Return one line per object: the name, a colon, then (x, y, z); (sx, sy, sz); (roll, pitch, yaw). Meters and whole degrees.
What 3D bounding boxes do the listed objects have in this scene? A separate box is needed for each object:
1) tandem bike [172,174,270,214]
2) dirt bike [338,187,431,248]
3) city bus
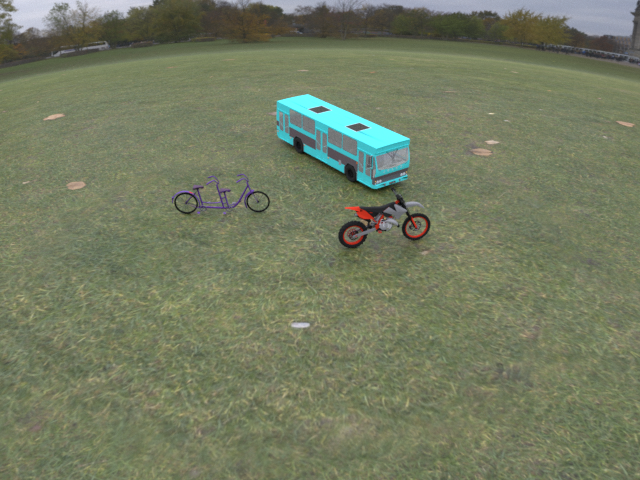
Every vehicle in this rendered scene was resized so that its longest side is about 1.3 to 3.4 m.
tandem bike: (-1.666, -0.755, 11.717); (1.642, 0.682, 0.283); (-1, 29, -2)
dirt bike: (1.005, -0.317, 10.758); (1.493, 0.857, 0.527); (-7, 30, -12)
city bus: (0.357, -1.939, 13.612); (0.926, 0.894, 3.255); (-19, 35, -31)
